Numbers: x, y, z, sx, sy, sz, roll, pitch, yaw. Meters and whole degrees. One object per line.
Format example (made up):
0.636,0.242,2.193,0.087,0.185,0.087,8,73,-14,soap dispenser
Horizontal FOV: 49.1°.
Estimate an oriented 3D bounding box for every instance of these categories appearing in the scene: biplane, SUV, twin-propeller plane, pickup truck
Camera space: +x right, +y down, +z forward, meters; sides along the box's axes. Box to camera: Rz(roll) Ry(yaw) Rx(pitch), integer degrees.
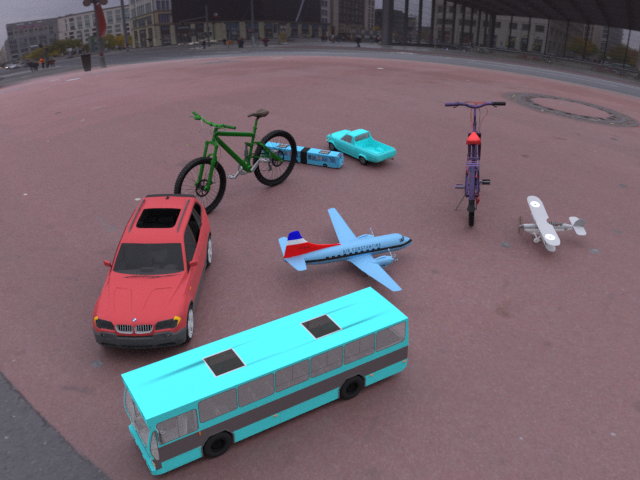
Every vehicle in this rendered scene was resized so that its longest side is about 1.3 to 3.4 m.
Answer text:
3.790,-0.204,11.462,1.090,0.504,1.336,-1,30,-1,biplane
-2.296,0.328,9.896,1.276,1.128,3.058,0,30,0,SUV
0.459,0.067,10.694,2.129,0.792,2.663,-10,31,-17,twin-propeller plane
0.838,-1.997,14.604,0.640,0.511,1.603,-23,37,-34,pickup truck

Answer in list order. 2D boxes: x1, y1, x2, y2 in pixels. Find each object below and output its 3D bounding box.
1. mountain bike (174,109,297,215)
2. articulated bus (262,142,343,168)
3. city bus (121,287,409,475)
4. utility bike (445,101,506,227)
-1.456,-1.490,12.525,1.114,1.688,2.857,25,38,37,mountain bike
-0.381,-1.753,14.400,1.749,0.289,0.311,11,31,18,articulated bus
-0.522,1.542,8.000,3.255,0.894,0.926,-17,34,-27,city bus
2.635,-1.475,12.345,1.039,1.839,2.791,6,30,11,utility bike
